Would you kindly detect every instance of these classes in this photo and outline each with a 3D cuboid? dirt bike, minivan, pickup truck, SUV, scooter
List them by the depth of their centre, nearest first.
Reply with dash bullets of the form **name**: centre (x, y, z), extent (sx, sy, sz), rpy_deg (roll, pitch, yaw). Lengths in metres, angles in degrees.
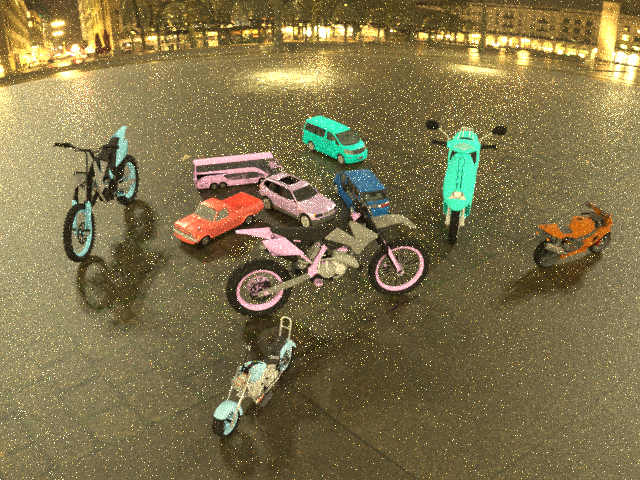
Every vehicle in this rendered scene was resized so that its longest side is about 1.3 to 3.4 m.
- **dirt bike**: centre (0.147, 0.192, 9.483), extent (2.903, 1.666, 1.024), rpy_deg (-7, 30, -13)
- **dirt bike**: centre (-3.557, -0.912, 11.434), extent (1.024, 1.666, 2.903), rpy_deg (3, 30, 6)
- **pickup truck**: centre (-1.688, -0.422, 11.740), extent (0.640, 0.511, 1.603), rpy_deg (24, 37, 35)
- **scooter**: centre (2.409, -1.241, 11.893), extent (1.288, 1.786, 2.721), rpy_deg (7, 30, 12)
- **SUV**: centre (-0.401, -0.738, 12.228), extent (1.572, 0.580, 0.656), rpy_deg (25, 38, 37)
- **minivan**: centre (0.712, -0.922, 12.517), extent (0.681, 0.616, 1.548), rpy_deg (-8, 31, -14)
- **minivan**: centre (0.312, -2.087, 14.578), extent (0.681, 0.616, 1.548), rpy_deg (-23, 37, -34)

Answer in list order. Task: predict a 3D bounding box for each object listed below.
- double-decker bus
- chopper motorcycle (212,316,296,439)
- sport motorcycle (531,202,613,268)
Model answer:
- **double-decker bus**: centre (-1.559, -1.318, 13.294), extent (1.672, 0.541, 0.389), rpy_deg (-8, 30, -13)
- **chopper motorcycle**: centre (-0.736, 1.545, 8.010), extent (0.466, 0.761, 1.563), rpy_deg (15, 33, 25)
- **sport motorcycle**: centre (3.915, -0.050, 10.768), extent (1.520, 0.821, 0.506), rpy_deg (-13, 32, -21)
